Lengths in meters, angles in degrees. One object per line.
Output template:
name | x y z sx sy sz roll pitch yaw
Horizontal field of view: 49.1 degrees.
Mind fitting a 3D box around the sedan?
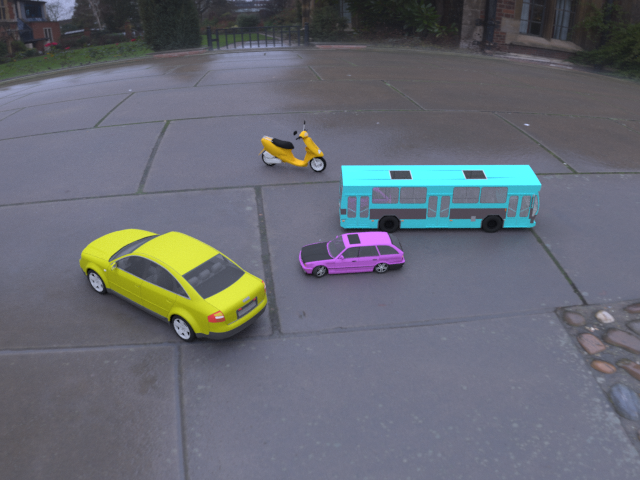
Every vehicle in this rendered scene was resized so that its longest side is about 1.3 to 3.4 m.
sedan | -2.152 0.429 9.847 3.137 0.940 1.235 21 36 31

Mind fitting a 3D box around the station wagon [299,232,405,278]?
station wagon | 0.477 0.184 10.721 1.597 0.473 0.682 -3 31 -6

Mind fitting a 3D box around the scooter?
scooter | -0.543 -1.815 13.674 1.399 0.919 0.662 9 32 15

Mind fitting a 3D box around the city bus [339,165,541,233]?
city bus | 1.958 -0.694 11.796 3.255 0.894 0.926 0 31 0
